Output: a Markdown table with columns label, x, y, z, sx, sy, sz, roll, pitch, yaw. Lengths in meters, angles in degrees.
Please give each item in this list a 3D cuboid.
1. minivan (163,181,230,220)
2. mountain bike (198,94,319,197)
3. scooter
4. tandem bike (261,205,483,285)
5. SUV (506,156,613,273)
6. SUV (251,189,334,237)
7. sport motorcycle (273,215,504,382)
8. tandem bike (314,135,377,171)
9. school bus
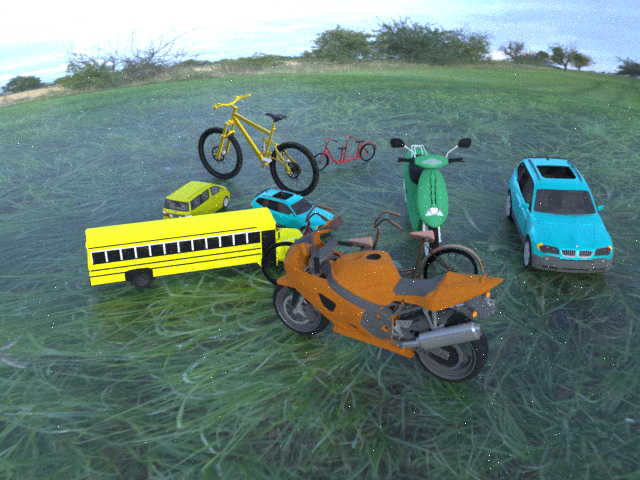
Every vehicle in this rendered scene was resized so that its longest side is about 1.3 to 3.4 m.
| label | x | y | z | sx | sy | sz | roll | pitch | yaw |
| --- | --- | --- | --- | --- | --- | --- | --- | --- | --- |
| minivan | -2.187 | -0.715 | 12.550 | 0.681 | 0.616 | 1.548 | 10 | 28 | 19 |
| mountain bike | -1.248 | -1.805 | 13.539 | 2.857 | 1.688 | 1.114 | 15 | 30 | 28 |
| scooter | 1.750 | -0.940 | 11.687 | 1.288 | 1.786 | 2.721 | 0 | 26 | 0 |
| tandem bike | 0.731 | 0.176 | 9.959 | 3.192 | 1.326 | 0.550 | 2 | 26 | 4 |
| SUV | 3.880 | -0.492 | 11.525 | 1.276 | 1.128 | 3.058 | 2 | 26 | 4 |
| SUV | -0.483 | -0.476 | 12.109 | 1.572 | 0.580 | 0.656 | 16 | 30 | 29 |
| sport motorcycle | 0.689 | 0.741 | 8.516 | 2.955 | 1.596 | 0.983 | 14 | 29 | 25 |
| tandem bike | 0.532 | -1.894 | 14.850 | 1.642 | 0.682 | 0.283 | -15 | 30 | -28 |
| school bus | -1.817 | 0.086 | 10.681 | 3.322 | 0.844 | 0.709 | -8 | 27 | -15 |
